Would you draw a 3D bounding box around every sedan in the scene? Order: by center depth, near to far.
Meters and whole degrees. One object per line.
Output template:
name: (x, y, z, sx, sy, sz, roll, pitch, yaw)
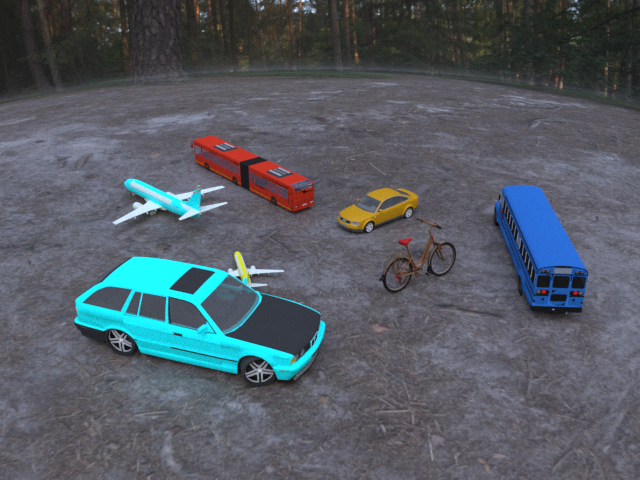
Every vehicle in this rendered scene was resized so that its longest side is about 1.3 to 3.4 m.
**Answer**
sedan: (1.009, -0.570, 12.077, 1.613, 0.483, 0.635, -20, 33, -34)

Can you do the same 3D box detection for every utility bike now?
utility bike: (1.400, 0.192, 10.059, 1.435, 0.946, 0.535, -17, 31, -30)

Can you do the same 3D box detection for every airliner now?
airliner: (-1.135, 0.371, 10.275, 1.161, 0.429, 1.307, -7, 28, -13)
airliner: (-2.788, -0.886, 12.312, 2.257, 0.835, 2.541, -24, 35, -39)

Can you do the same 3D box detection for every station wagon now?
station wagon: (-1.483, 0.898, 8.690, 3.105, 0.920, 1.327, 9, 28, 17)

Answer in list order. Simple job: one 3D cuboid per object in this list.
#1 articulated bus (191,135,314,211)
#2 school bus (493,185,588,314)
articulated bus: (-1.365, -1.335, 13.502, 0.605, 0.561, 3.401, -21, 33, -35)
school bus: (3.226, -0.023, 10.595, 0.709, 0.844, 3.322, 2, 27, 3)
